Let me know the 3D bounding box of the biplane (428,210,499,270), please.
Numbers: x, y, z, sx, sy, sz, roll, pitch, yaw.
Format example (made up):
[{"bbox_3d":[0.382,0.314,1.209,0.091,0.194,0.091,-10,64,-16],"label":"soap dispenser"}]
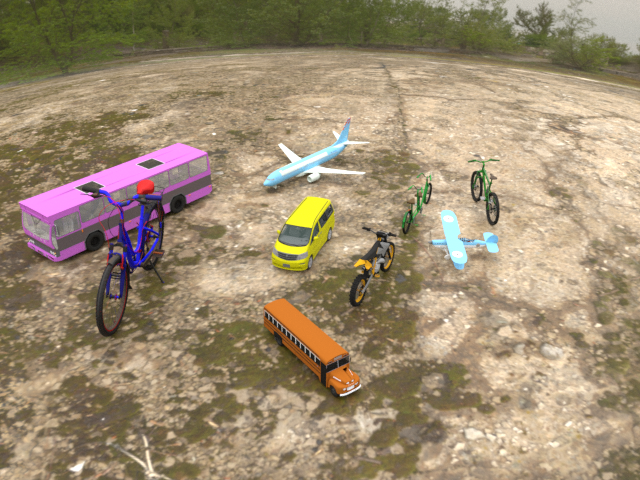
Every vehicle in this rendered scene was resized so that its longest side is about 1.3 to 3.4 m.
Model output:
[{"bbox_3d":[2.222,0.059,10.878,1.090,0.504,1.336,0,29,0],"label":"biplane"}]

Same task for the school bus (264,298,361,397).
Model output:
[{"bbox_3d":[-0.118,1.317,8.707,0.365,0.434,1.708,-19,35,-30],"label":"school bus"}]

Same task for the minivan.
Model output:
[{"bbox_3d":[-0.251,-0.112,11.069,0.681,0.616,1.548,10,31,17],"label":"minivan"}]

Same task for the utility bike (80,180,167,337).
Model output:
[{"bbox_3d":[-2.497,-0.024,9.663,1.039,1.839,2.791,3,29,5],"label":"utility bike"}]

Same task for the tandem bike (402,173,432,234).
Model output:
[{"bbox_3d":[1.683,-0.679,12.013,0.283,0.682,1.642,12,32,21],"label":"tandem bike"}]

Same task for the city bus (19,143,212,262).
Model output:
[{"bbox_3d":[-3.305,-0.682,11.801,0.926,0.894,3.255,22,36,33],"label":"city bus"}]

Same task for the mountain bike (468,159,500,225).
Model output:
[{"bbox_3d":[2.883,-0.886,12.193,0.573,0.868,1.469,-3,29,-5],"label":"mountain bike"}]

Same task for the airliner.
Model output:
[{"bbox_3d":[-0.189,-1.688,13.656,2.257,0.835,2.541,24,37,36],"label":"airliner"}]

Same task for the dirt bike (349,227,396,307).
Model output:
[{"bbox_3d":[0.771,0.309,10.073,0.527,0.857,1.493,14,32,24],"label":"dirt bike"}]
